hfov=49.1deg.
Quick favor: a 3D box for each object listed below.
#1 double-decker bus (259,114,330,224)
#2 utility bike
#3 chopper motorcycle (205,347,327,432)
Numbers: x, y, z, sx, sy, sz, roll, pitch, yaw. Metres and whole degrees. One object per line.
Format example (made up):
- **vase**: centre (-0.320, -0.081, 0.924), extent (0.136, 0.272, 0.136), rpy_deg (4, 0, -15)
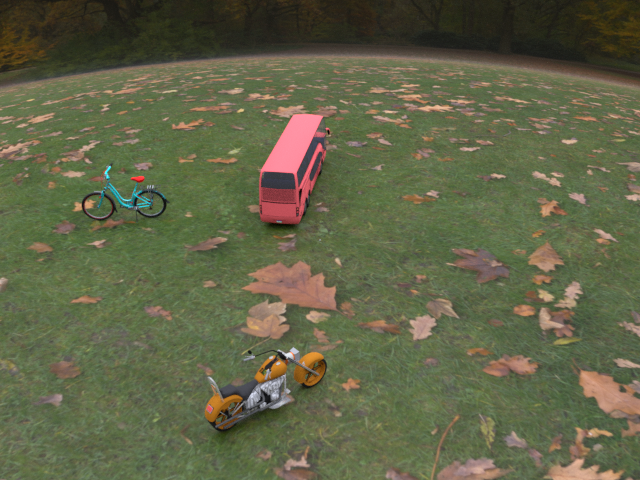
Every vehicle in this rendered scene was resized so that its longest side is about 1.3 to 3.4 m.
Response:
- **double-decker bus**: centre (-0.419, -1.372, 12.575), extent (0.756, 1.052, 3.251), rpy_deg (4, 29, 8)
- **utility bike**: centre (-3.224, -0.737, 11.517), extent (1.435, 0.946, 0.535), rpy_deg (-3, 29, -6)
- **chopper motorcycle**: centre (-0.555, 1.506, 7.581), extent (1.563, 0.761, 0.466), rpy_deg (-22, 35, -34)
